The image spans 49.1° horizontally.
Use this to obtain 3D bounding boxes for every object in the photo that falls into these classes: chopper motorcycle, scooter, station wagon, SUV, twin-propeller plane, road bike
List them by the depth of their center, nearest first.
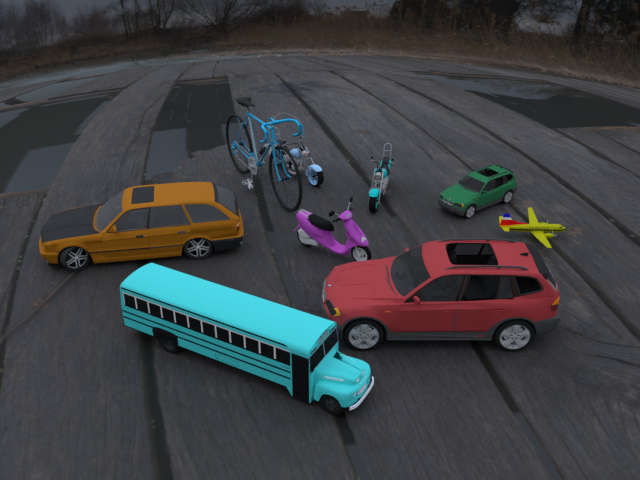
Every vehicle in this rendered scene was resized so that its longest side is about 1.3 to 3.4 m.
[{"bbox_3d":[1.542,0.633,9.072,3.058,1.128,1.276,0,30,0],"label":"SUV"},{"bbox_3d":[0.183,-0.178,10.715,1.399,0.919,0.662,18,34,28],"label":"scooter"},{"bbox_3d":[-2.777,-0.299,10.926,3.105,0.920,1.327,-5,30,-9],"label":"station wagon"},{"bbox_3d":[3.463,-0.244,11.348,1.095,0.407,1.370,1,30,2],"label":"twin-propeller plane"},{"bbox_3d":[2.792,-0.892,12.316,1.572,0.580,0.656,-20,35,-31],"label":"SUV"},{"bbox_3d":[1.084,-1.128,12.548,0.466,0.761,1.563,7,30,12],"label":"chopper motorcycle"},{"bbox_3d":[-1.074,-1.653,12.568,0.697,1.656,3.004,-16,33,-26],"label":"road bike"},{"bbox_3d":[-0.452,-1.591,13.364,0.466,0.761,1.563,-21,36,-32],"label":"chopper motorcycle"}]

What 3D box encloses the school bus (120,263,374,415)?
[{"bbox_3d":[-0.929,1.135,8.476,3.322,0.844,0.709,15,33,25],"label":"school bus"}]
